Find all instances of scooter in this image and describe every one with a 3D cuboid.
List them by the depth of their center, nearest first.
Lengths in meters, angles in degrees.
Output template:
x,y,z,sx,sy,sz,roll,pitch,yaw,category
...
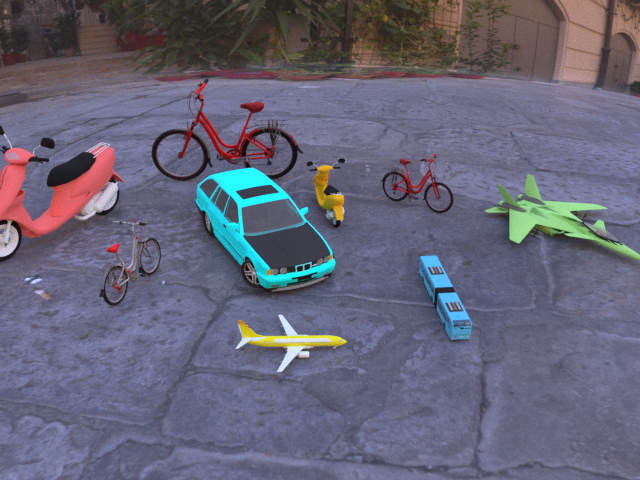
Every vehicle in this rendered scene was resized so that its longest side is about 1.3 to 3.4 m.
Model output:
x,y,z,sx,sy,sz,roll,pitch,yaw,category
-4.133,-0.898,10.778,1.288,1.786,2.721,16,31,29,scooter
0.139,-0.840,11.623,0.662,0.919,1.399,-7,28,-14,scooter

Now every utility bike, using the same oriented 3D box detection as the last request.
x,y,z,sx,sy,sz,roll,pitch,yaw,category
-2.616,0.238,9.469,0.535,0.946,1.435,9,28,17,utility bike
1.674,-1.036,11.979,1.435,0.946,0.535,18,32,32,utility bike
-1.697,-1.890,12.676,2.791,1.839,1.039,-1,27,-3,utility bike

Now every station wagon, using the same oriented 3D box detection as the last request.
x,y,z,sx,sy,sz,roll,pitch,yaw,category
-0.900,-0.291,10.538,1.327,0.920,3.105,-13,30,-24,station wagon

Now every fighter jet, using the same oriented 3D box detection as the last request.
x,y,z,sx,sy,sz,roll,pitch,yaw,category
3.974,-0.317,10.991,2.229,0.557,2.640,-18,32,-31,fighter jet

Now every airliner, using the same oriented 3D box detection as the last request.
x,y,z,sx,sy,sz,roll,pitch,yaw,category
-0.332,1.122,8.297,1.307,0.429,1.161,-1,27,-2,airliner

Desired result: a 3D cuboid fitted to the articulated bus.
x,y,z,sx,sy,sz,roll,pitch,yaw,category
1.625,0.722,9.240,0.311,0.289,1.749,-3,27,-5,articulated bus
